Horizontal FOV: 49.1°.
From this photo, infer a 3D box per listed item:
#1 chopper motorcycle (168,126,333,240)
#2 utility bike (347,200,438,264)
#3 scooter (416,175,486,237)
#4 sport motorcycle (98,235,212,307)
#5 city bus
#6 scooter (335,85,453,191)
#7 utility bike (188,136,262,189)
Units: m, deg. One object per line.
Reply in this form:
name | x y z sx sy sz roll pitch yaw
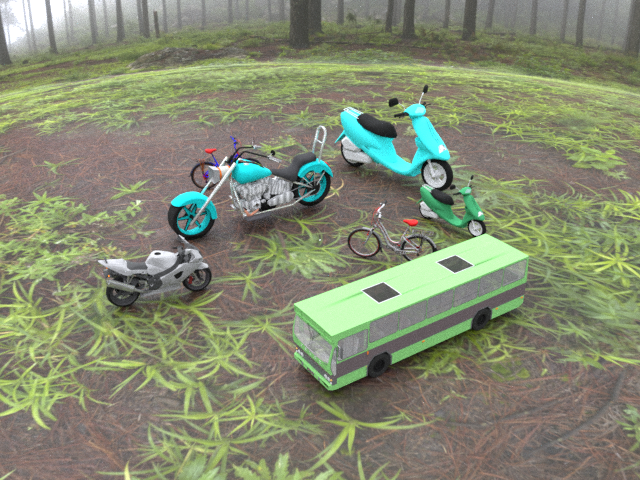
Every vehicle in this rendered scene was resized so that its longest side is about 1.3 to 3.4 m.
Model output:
chopper motorcycle | -1.123 -0.989 11.831 3.040 1.480 0.906 -16 32 -27
utility bike | 1.107 -0.052 10.638 1.435 0.946 0.535 7 29 13
scooter | 2.211 -0.626 11.747 1.399 0.919 0.662 24 37 38
sport motorcycle | -2.274 0.463 9.803 1.520 0.821 0.506 -11 30 -20
city bus | 1.231 0.868 8.964 3.255 0.894 0.926 -18 33 -30
scooter | 1.409 -2.038 13.476 2.721 1.786 1.288 21 35 34
utility bike | -1.804 -1.471 13.304 1.435 0.946 0.535 -7 29 -13
